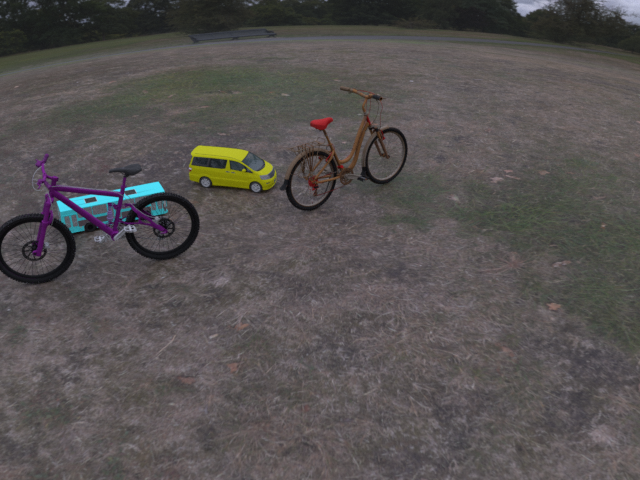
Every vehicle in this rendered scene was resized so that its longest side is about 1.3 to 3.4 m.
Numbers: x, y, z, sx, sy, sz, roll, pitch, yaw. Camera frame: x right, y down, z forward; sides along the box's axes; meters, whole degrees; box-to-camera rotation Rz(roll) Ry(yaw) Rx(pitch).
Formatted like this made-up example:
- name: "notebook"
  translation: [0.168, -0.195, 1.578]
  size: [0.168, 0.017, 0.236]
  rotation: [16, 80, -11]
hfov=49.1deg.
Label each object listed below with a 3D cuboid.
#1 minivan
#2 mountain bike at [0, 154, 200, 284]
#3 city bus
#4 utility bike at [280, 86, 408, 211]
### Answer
- name: "minivan"
  translation: [-1.556, -1.290, 12.546]
  size: [1.548, 0.616, 0.681]
  rotation: [6, 31, 11]
- name: "mountain bike"
  translation: [-3.128, -0.295, 9.816]
  size: [2.857, 1.688, 1.114]
  rotation: [-11, 32, -18]
- name: "city bus"
  translation: [-3.361, -0.510, 11.384]
  size: [1.674, 0.460, 0.476]
  rotation: [-14, 33, -22]
- name: "utility bike"
  translation: [0.408, -1.609, 11.885]
  size: [2.791, 1.839, 1.039]
  rotation: [-21, 37, -31]
